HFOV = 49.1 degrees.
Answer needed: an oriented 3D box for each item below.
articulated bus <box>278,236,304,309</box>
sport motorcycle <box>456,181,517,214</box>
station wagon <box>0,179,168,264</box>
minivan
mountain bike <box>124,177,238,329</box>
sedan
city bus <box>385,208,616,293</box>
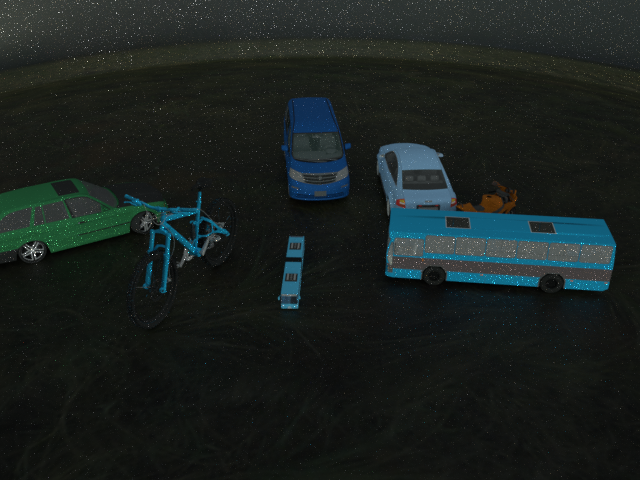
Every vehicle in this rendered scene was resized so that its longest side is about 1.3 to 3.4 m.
[{"bbox_3d":[-0.408,0.461,10.680,0.311,0.289,1.749,1,29,2],"label":"articulated bus"},{"bbox_3d":[2.788,-0.446,11.760,1.520,0.821,0.506,-20,35,-31],"label":"sport motorcycle"},{"bbox_3d":[-4.129,-0.487,11.732,3.105,0.920,1.327,-17,33,-27],"label":"station wagon"},{"bbox_3d":[-0.119,-1.841,13.877,1.324,1.197,3.011,-2,29,-4],"label":"minivan"},{"bbox_3d":[-1.924,0.007,10.058,1.114,1.688,2.857,11,31,20],"label":"mountain bike"},{"bbox_3d":[1.754,-1.247,13.076,1.235,0.940,3.137,-1,29,-2],"label":"sedan"},{"bbox_3d":[2.646,0.164,10.592,3.255,0.894,0.926,4,29,6],"label":"city bus"}]
